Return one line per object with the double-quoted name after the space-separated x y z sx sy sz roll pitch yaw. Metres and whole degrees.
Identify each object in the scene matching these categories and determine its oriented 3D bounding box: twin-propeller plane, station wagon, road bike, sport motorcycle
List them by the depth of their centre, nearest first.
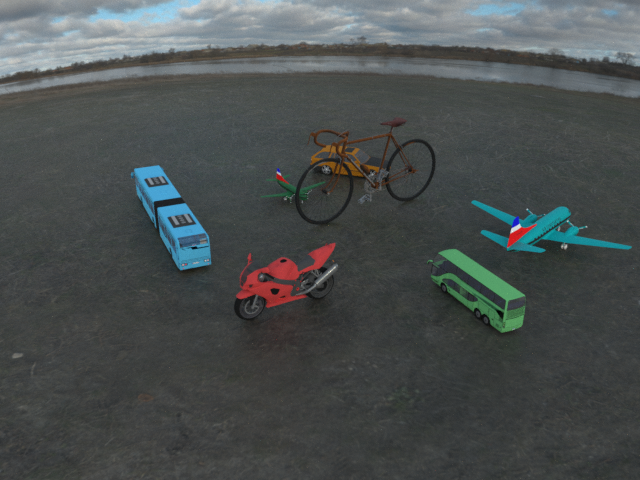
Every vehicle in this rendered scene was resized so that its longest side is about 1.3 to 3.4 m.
-0.445 0.537 9.229 1.520 0.821 0.506 -15 30 -28 "sport motorcycle"
3.441 -0.260 10.911 2.663 0.792 2.129 21 33 37 "twin-propeller plane"
0.854 -1.245 11.955 3.004 1.656 0.696 -16 30 -30 "road bike"
-0.533 -0.991 12.865 1.370 0.407 1.095 -16 30 -29 "twin-propeller plane"
0.622 -1.580 14.008 1.597 0.473 0.682 9 27 17 "station wagon"

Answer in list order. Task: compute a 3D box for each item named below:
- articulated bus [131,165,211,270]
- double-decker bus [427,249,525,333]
-2.504 -0.458 11.586 0.605 0.561 3.401 -11 28 -21 "articulated bus"
2.062 0.629 9.361 0.389 0.541 1.672 -12 28 -23 "double-decker bus"
